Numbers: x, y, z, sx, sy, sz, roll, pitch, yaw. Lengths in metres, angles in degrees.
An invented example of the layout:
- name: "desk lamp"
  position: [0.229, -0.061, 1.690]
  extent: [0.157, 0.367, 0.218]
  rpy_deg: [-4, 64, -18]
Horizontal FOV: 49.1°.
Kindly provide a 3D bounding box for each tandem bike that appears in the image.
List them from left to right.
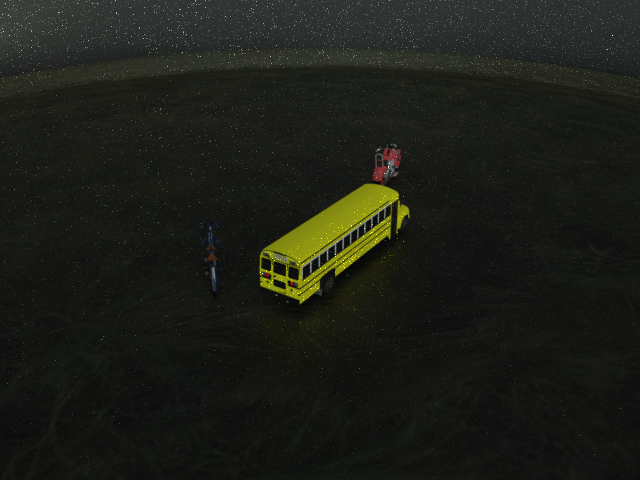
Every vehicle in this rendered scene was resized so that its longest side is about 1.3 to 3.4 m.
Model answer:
- name: "tandem bike"
  position: [-1.566, 0.209, 10.109]
  extent: [0.283, 0.682, 1.642]
  rpy_deg: [-5, 27, -9]

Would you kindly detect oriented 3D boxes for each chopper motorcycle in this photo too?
- name: "chopper motorcycle"
  position: [1.308, -1.520, 13.419]
  extent: [0.466, 0.761, 1.563]
  rpy_deg: [9, 28, 18]

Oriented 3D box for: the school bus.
- name: "school bus"
  position: [0.363, -0.075, 10.488]
  extent: [0.709, 0.844, 3.322]
  rpy_deg: [17, 31, 29]
